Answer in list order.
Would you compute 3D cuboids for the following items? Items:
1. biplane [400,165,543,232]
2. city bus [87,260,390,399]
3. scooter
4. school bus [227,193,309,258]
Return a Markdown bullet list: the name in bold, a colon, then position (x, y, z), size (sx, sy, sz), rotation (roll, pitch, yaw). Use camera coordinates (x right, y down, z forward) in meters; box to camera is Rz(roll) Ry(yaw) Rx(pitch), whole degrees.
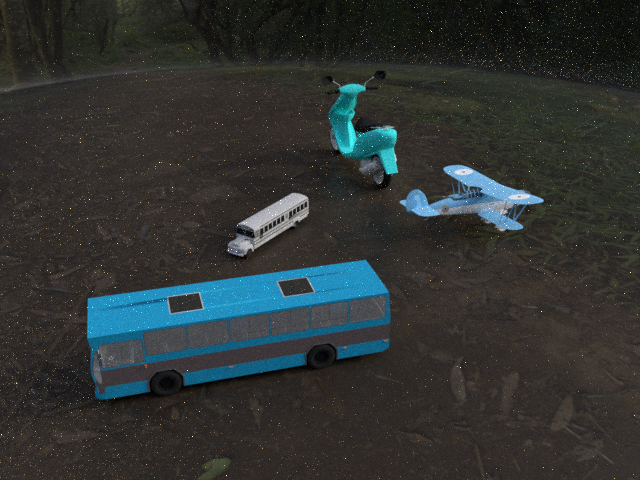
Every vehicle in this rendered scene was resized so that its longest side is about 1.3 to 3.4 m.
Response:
- **biplane**: position (2.304, -0.594, 10.884), size (2.120, 0.981, 2.598), rotation (-7, 28, -14)
- **city bus**: position (-0.874, 0.996, 7.857), size (3.255, 0.894, 0.926), rotation (-7, 28, -14)
- **scooter**: position (0.751, -2.142, 13.035), size (1.288, 1.786, 2.721), rotation (-10, 29, -19)
- **school bus**: position (-0.786, -0.238, 10.787), size (0.365, 0.434, 1.708), rotation (17, 31, 29)
